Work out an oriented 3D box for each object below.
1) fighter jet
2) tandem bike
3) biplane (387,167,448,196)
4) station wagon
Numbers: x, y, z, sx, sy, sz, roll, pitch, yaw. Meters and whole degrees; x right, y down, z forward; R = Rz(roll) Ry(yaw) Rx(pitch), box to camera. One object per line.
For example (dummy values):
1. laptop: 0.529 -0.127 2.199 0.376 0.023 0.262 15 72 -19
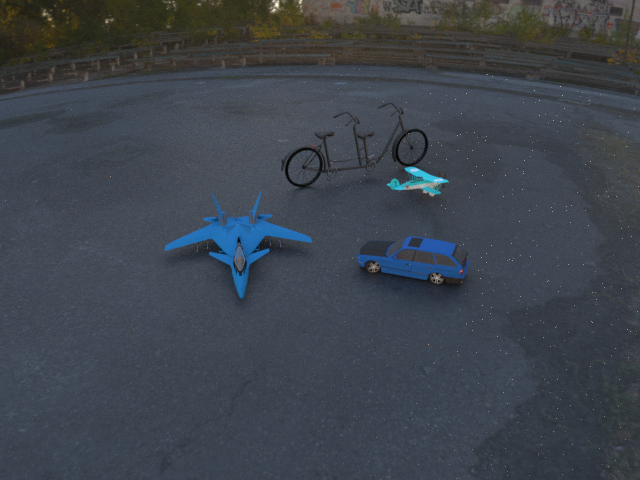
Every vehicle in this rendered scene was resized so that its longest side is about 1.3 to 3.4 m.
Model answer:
1. fighter jet: -1.211 0.031 10.457 2.229 0.557 2.640 -3 27 -6
2. tandem bike: 0.725 -1.816 13.225 3.192 1.326 0.550 -13 30 -23
3. biplane: 1.743 -1.015 12.560 1.090 0.504 1.336 -10 29 -19
4. station wagon: 1.338 0.233 10.154 1.597 0.473 0.682 9 28 17
